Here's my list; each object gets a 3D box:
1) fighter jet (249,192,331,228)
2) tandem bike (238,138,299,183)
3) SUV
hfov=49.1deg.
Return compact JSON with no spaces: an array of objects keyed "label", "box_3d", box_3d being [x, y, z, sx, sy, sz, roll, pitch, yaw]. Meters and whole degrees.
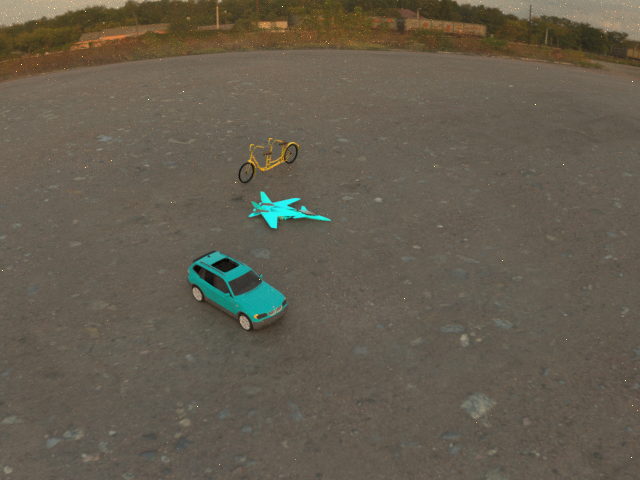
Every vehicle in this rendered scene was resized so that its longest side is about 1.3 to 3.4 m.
[{"label":"fighter jet","box_3d":[-0.462,-0.507,11.709,1.358,0.286,1.147,9,31,16]},{"label":"tandem bike","box_3d":[-0.949,-1.589,13.225,0.283,0.682,1.642,23,37,34]},{"label":"SUV","box_3d":[-1.130,0.635,9.384,1.572,0.580,0.656,24,38,36]}]
